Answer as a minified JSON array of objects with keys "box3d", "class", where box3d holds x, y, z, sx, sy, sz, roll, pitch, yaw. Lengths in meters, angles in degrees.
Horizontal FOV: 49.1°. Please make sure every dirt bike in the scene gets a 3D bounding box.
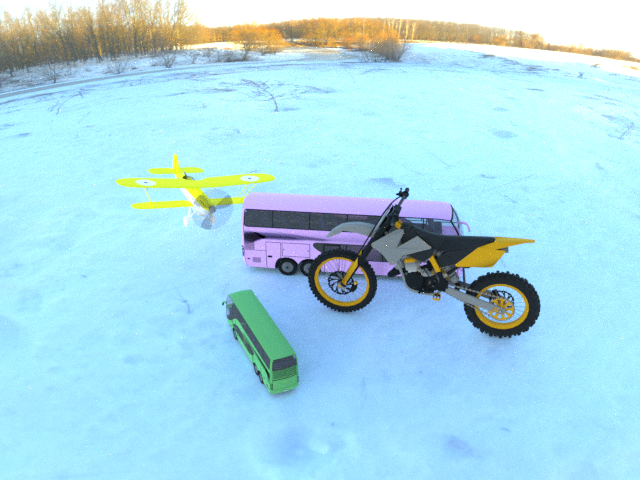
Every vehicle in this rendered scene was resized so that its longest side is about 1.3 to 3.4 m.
[{"box3d":[1.240,0.334,8.560,2.903,1.666,1.024,7,29,14],"class":"dirt bike"}]

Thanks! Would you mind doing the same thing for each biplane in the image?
[{"box3d":[-2.072,-0.847,11.556,2.598,0.981,2.120,-14,31,-24],"class":"biplane"}]

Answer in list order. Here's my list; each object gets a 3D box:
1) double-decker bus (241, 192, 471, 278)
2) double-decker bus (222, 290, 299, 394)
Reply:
[{"box3d":[0.512,-0.050,9.957,3.251,1.052,0.756,3,28,6],"class":"double-decker bus"},{"box3d":[-0.718,1.136,8.242,0.389,0.541,1.672,-12,30,-22],"class":"double-decker bus"}]
